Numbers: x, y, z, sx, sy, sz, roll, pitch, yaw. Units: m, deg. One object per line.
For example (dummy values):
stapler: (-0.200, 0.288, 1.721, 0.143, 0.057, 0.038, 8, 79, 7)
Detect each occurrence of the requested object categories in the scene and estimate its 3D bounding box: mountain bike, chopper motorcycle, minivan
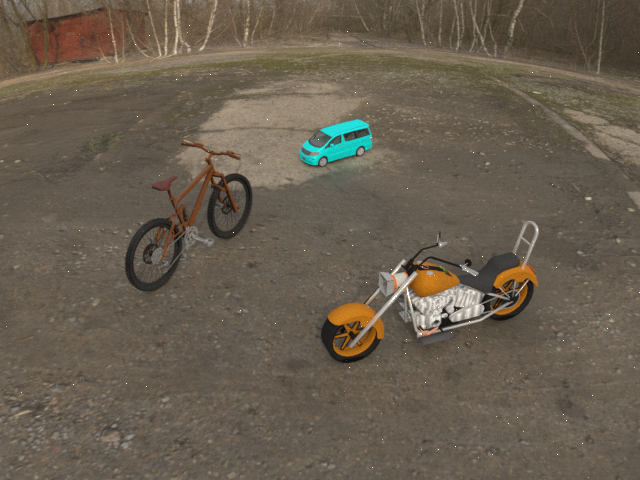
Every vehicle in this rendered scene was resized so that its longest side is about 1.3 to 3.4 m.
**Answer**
mountain bike: (-1.914, -0.425, 10.582, 1.114, 1.688, 2.857, 17, 35, 27)
chopper motorcycle: (1.469, 0.650, 8.956, 3.040, 1.480, 0.906, -11, 32, -18)
minivan: (0.317, -1.991, 14.304, 1.548, 0.616, 0.681, -19, 35, -29)
